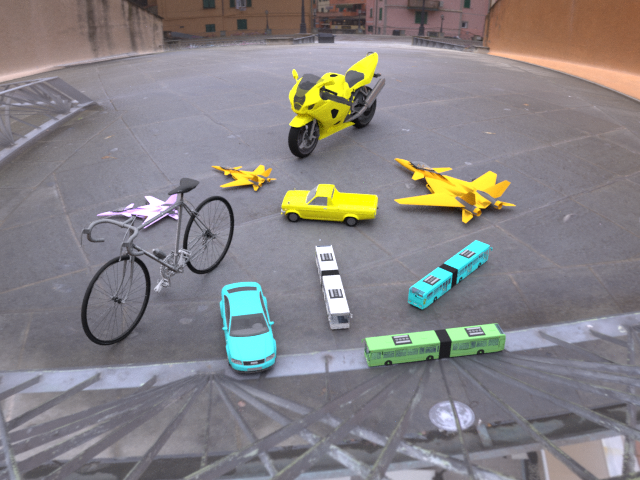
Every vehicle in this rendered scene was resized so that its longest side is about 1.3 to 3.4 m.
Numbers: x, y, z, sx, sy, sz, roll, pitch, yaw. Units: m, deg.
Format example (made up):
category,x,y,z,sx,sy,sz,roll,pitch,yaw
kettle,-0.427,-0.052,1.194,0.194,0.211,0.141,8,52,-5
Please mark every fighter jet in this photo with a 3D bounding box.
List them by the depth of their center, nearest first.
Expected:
category,x,y,z,sx,sy,sz,roll,pitch,yaw
fighter jet,-3.036,-0.530,11.671,1.358,0.286,1.147,-4,31,-7
fighter jet,2.142,-1.149,12.459,2.229,0.557,2.640,-18,35,-27
fighter jet,-1.517,-1.279,12.949,1.358,0.286,1.147,20,36,30

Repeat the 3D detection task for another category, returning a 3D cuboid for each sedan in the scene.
category,x,y,z,sx,sy,sz,roll,pitch,yaw
sedan,-0.921,1.027,8.814,0.635,0.483,1.613,-6,31,-10

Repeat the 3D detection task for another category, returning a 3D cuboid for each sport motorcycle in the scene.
category,x,y,z,sx,sy,sz,roll,pitch,yaw
sport motorcycle,0.312,-2.776,14.211,0.983,1.596,2.955,20,36,31

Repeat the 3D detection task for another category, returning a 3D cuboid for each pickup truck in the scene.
category,x,y,z,sx,sy,sz,roll,pitch,yaw
pickup truck,0.162,-0.611,11.587,1.603,0.511,0.640,4,31,7

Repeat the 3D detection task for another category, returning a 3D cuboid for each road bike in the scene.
category,x,y,z,sx,sy,sz,roll,pitch,yaw
road bike,-2.035,0.125,9.196,0.696,1.656,3.004,16,34,25

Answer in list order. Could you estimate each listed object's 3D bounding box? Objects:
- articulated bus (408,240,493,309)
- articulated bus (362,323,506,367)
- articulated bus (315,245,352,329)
category,x,y,z,sx,sy,sz,roll,pitch,yaw
articulated bus,1.865,0.472,9.957,0.311,0.289,1.749,24,38,35
articulated bus,1.397,1.281,8.573,1.749,0.289,0.311,-5,31,-9
articulated bus,0.156,0.616,9.709,0.311,0.289,1.749,-4,31,-6
